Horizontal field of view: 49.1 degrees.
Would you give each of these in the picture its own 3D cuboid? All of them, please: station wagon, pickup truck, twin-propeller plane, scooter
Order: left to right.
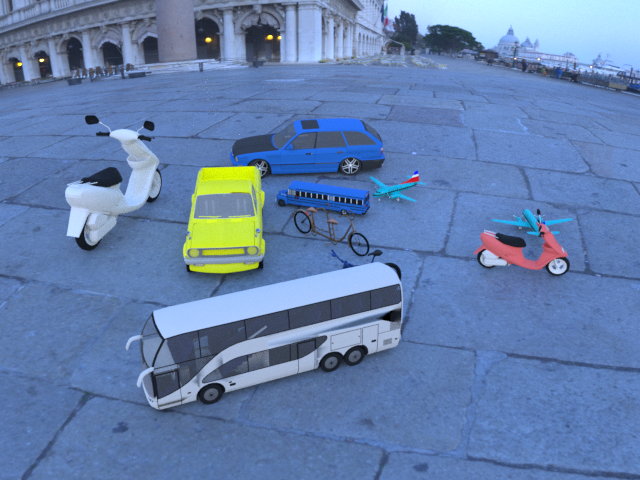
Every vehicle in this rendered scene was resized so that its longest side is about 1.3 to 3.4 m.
[{"bbox_3d":[-3.381,-1.066,11.616,1.288,1.786,2.721,8,28,15],"label":"scooter"},{"bbox_3d":[-1.522,-0.510,11.405,1.244,0.993,3.117,-2,27,-4],"label":"pickup truck"},{"bbox_3d":[-0.273,-1.913,14.199,3.105,0.920,1.327,-3,27,-5],"label":"station wagon"},{"bbox_3d":[1.420,-1.001,12.993,1.095,0.407,1.370,-16,32,-29],"label":"twin-propeller plane"},{"bbox_3d":[3.017,0.065,10.373,1.399,0.919,0.662,6,28,12],"label":"scooter"},{"bbox_3d":[3.576,-0.327,11.688,1.370,0.407,1.095,-1,27,-1],"label":"twin-propeller plane"}]

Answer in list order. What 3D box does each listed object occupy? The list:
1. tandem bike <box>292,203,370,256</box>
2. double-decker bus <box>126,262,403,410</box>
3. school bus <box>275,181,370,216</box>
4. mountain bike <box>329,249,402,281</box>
[{"bbox_3d":[0.151,-0.242,11.225,1.642,0.682,0.283,22,35,36],"label":"tandem bike"},{"bbox_3d":[-0.569,1.100,8.224,3.251,1.052,0.756,-11,29,-21],"label":"double-decker bus"},{"bbox_3d":[0.027,-0.754,12.486,1.708,0.434,0.365,9,29,17],"label":"school bus"},{"bbox_3d":[0.527,0.553,9.483,1.469,0.868,0.573,-17,32,-29],"label":"mountain bike"}]
